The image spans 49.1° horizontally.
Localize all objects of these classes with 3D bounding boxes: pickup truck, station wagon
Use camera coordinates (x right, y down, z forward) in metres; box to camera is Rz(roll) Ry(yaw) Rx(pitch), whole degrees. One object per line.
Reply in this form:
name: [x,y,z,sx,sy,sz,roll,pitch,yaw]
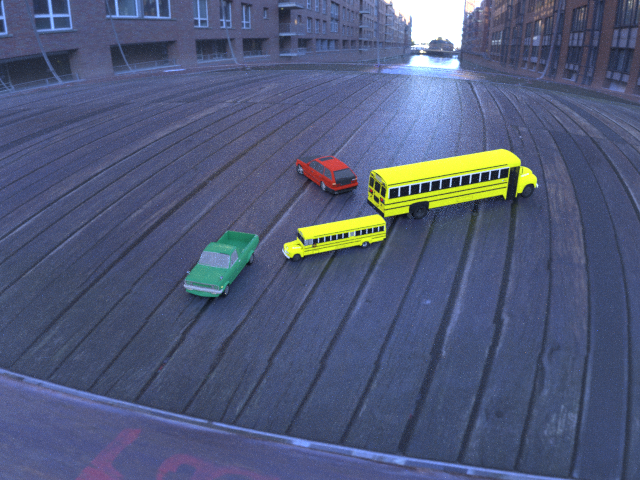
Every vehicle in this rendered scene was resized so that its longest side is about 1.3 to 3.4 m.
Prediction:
pickup truck: [-1.464,0.293,10.598,0.640,0.511,1.603,8,29,15]
station wagon: [0.106,-1.391,13.751,0.682,0.473,1.597,-15,32,-26]

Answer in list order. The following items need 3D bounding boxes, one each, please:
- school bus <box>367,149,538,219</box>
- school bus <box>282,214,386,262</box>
school bus: [2.497,-1.050,12.730,3.322,0.844,0.709,-11,30,-20]
school bus: [0.231,-0.043,11.300,1.708,0.434,0.365,-11,30,-19]
